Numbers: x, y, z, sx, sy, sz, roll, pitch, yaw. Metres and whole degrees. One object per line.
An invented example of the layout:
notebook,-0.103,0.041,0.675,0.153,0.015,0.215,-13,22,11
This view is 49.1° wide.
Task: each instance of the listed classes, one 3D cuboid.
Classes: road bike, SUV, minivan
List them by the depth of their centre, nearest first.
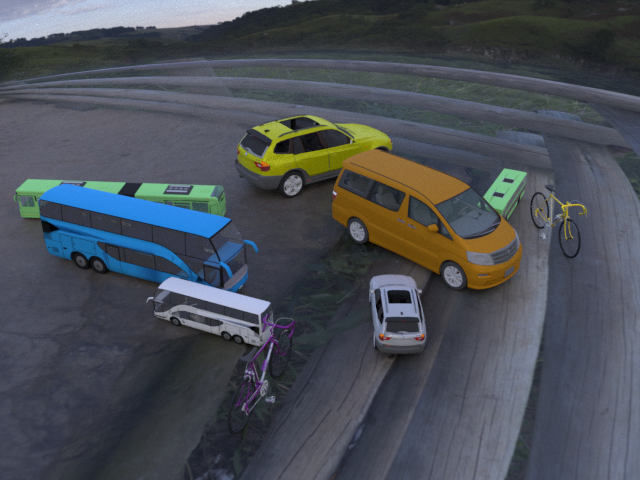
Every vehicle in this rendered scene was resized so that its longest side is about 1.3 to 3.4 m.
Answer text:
road bike,-0.628,1.401,7.588,0.358,0.852,1.545,11,31,19
SUV,0.974,0.845,8.870,0.656,0.580,1.572,0,29,0
minivan,1.560,-0.364,10.415,1.324,1.197,3.011,-25,38,-37
road bike,3.616,-0.360,10.762,0.358,0.852,1.545,-6,30,-10
SUV,-0.063,-1.712,12.916,3.058,1.128,1.276,-18,34,-29

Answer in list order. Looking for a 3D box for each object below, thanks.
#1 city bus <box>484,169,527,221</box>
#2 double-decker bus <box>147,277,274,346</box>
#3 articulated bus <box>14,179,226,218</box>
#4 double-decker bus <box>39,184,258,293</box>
city bus,3.042,-0.665,11.717,0.476,0.460,1.674,14,32,24
double-decker bus,-1.386,0.886,8.837,1.672,0.541,0.389,12,31,21
articulated bus,-3.282,-0.630,11.549,3.401,0.561,0.605,2,29,4
double-decker bus,-2.480,0.010,9.890,3.251,1.052,0.756,12,31,21
